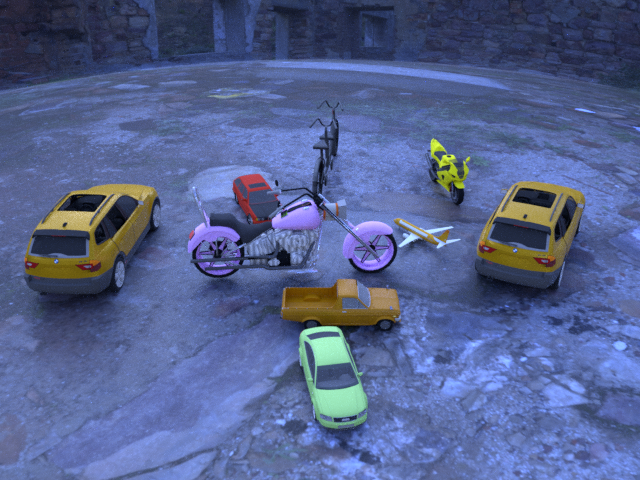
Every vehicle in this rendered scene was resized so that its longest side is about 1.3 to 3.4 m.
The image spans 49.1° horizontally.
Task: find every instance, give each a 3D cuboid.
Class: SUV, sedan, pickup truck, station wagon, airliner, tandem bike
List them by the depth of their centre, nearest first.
[{"bbox_3d":[0.133,1.512,8.055,0.635,0.483,1.613,-5,29,-9],"label":"sedan"},{"bbox_3d":[0.277,0.831,9.292,1.603,0.511,0.640,0,28,0],"label":"pickup truck"},{"bbox_3d":[-3.374,-0.236,10.623,1.276,1.128,3.058,2,28,4],"label":"SUV"},{"bbox_3d":[3.301,-0.306,10.752,1.276,1.128,3.058,13,31,23],"label":"SUV"},{"bbox_3d":[1.624,-0.195,11.284,1.161,0.429,1.307,-19,33,-31],"label":"airliner"},{"bbox_3d":[-1.075,-0.728,12.228,0.682,0.473,1.597,-10,30,-18],"label":"station wagon"},{"bbox_3d":[0.129,-1.782,13.285,0.550,1.326,3.192,4,29,7],"label":"tandem bike"}]

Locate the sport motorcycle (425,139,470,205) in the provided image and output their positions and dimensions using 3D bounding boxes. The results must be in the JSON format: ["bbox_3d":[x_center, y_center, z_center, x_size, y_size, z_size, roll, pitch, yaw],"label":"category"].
[{"bbox_3d":[2.328,-1.265,12.858,0.506,0.821,1.520,-6,29,-11],"label":"sport motorcycle"}]

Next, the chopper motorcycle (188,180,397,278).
[{"bbox_3d":[-0.382,-0.142,10.076,3.040,1.480,0.906,-3,28,-6],"label":"chopper motorcycle"}]
